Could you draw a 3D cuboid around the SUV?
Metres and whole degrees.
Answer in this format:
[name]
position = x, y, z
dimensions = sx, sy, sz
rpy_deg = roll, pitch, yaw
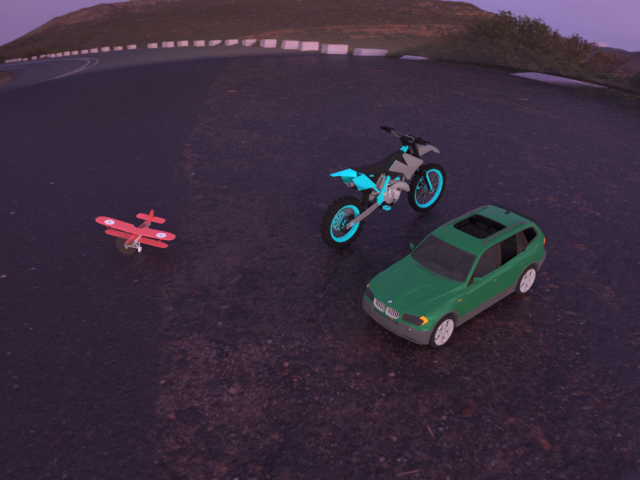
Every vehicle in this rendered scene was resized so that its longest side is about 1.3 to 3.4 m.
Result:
[SUV]
position = 1.975, 0.384, 9.946
dimensions = 3.058, 1.128, 1.276
rpy_deg = -23, 37, -35

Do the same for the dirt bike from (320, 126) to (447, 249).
[dirt bike]
position = 1.137, -0.933, 11.727
dimensions = 2.903, 1.666, 1.024
rpy_deg = -22, 36, -34

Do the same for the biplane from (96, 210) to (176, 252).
[biplane]
position = -2.943, -0.144, 11.512
dimensions = 1.336, 0.504, 1.090
rpy_deg = 6, 30, 11
